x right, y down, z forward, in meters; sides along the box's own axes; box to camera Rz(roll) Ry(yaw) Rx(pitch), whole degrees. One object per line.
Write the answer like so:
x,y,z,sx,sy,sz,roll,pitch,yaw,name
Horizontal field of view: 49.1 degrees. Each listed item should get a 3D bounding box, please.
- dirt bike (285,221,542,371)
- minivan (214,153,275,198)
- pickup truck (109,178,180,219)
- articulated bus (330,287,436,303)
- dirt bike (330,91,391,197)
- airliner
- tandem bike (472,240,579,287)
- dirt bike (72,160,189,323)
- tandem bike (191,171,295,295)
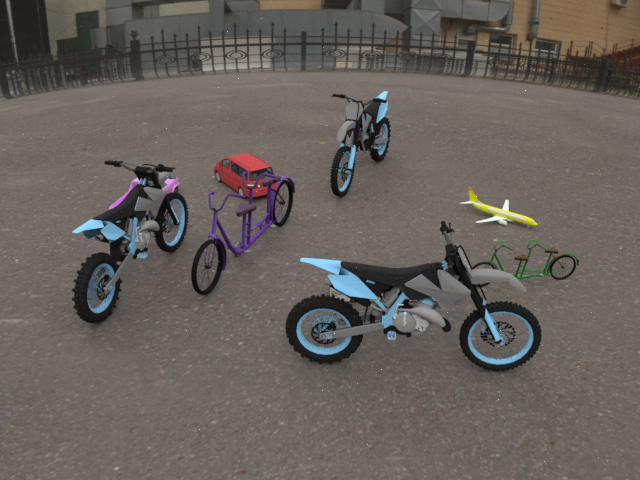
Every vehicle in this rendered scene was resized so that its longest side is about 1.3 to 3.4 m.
1.049,0.728,7.854,2.903,1.666,1.024,2,27,4,dirt bike
-1.417,-1.261,12.928,0.681,0.616,1.548,-17,31,-29,minivan
-3.016,-0.788,12.113,0.640,0.511,1.603,6,28,12,pickup truck
1.016,0.664,9.502,1.749,0.289,0.311,0,27,0,articulated bus
0.826,-1.962,13.148,1.024,1.666,2.903,11,29,21,dirt bike
3.030,-0.537,11.709,1.307,0.429,1.161,20,33,33,airliner
2.866,0.309,9.765,1.642,0.682,0.283,-5,27,-9,tandem bike
-2.554,-0.165,9.611,1.024,1.666,2.903,8,28,15,dirt bike
-1.058,-0.374,10.399,0.550,1.326,3.192,11,29,20,tandem bike
